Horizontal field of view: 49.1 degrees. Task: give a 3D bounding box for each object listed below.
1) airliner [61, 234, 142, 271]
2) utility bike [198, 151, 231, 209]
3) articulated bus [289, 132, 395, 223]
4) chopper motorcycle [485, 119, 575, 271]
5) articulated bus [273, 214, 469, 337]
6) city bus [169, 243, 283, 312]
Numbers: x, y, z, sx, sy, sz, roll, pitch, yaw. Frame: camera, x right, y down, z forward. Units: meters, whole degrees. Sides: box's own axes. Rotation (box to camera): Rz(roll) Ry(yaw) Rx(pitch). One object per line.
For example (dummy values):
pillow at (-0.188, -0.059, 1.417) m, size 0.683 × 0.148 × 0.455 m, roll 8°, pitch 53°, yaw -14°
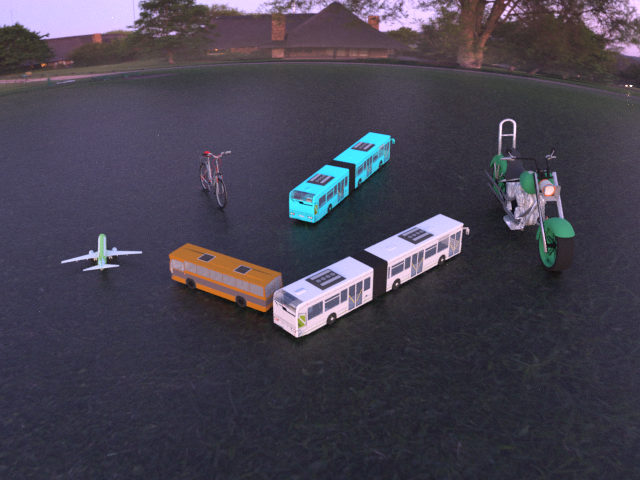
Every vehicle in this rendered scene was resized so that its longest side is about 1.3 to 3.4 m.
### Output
airliner at (-3.298, 0.107, 10.555) m, size 1.161 × 0.429 × 1.307 m, roll -7°, pitch 29°, yaw -13°
utility bike at (-1.875, -1.188, 12.439) m, size 0.535 × 0.946 × 1.435 m, roll -14°, pitch 31°, yaw -24°
articulated bus at (0.463, -1.223, 12.914) m, size 0.605 × 0.561 × 3.401 m, roll 13°, pitch 31°, yaw 24°
chopper motorcycle at (3.339, -0.782, 11.108) m, size 0.906 × 1.480 × 3.040 m, roll -3°, pitch 28°, yaw -5°
articulated bus at (0.804, 0.421, 9.823) m, size 3.401 × 0.561 × 0.605 m, roll -23°, pitch 36°, yaw -37°
city bus at (-1.321, 0.525, 9.736) m, size 1.674 × 0.460 × 0.476 m, roll 16°, pitch 32°, yaw 27°
